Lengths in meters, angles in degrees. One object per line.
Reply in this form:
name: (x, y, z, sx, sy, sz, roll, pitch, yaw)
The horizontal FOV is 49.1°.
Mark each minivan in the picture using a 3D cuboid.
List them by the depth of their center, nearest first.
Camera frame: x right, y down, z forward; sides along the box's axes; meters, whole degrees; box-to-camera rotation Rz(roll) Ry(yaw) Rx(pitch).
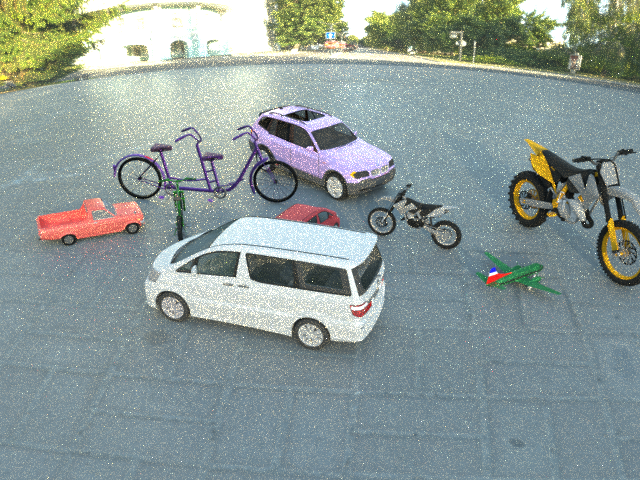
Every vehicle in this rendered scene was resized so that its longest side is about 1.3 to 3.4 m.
minivan: (-0.727, 0.402, 8.695, 3.011, 1.197, 1.324, 9, 28, 17)
minivan: (-0.255, -0.191, 10.496, 0.681, 0.616, 1.548, 14, 30, 25)

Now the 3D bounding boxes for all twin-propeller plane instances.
twin-propeller plane: (2.660, 0.435, 9.498, 1.095, 0.407, 1.370, -16, 31, -28)

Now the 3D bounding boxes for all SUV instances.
SUV: (-0.017, -1.702, 12.894, 1.276, 1.128, 3.058, -24, 36, -39)

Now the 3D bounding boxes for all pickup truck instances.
pickup truck: (-3.565, -0.334, 10.892, 1.603, 0.511, 0.640, -12, 29, -21)

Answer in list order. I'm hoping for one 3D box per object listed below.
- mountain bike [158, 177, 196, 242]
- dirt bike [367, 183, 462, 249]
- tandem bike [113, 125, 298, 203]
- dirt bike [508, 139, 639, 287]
mountain bike: (-2.142, -0.427, 10.682, 0.573, 0.868, 1.469, -5, 27, -9)
dirt bike: (1.416, -0.350, 10.542, 1.493, 0.857, 0.527, 12, 29, 22)
tandem bike: (-1.959, -1.270, 11.829, 3.192, 1.326, 0.550, 2, 27, 4)
dirt bike: (3.711, -0.567, 10.078, 1.024, 1.666, 2.903, -11, 29, -21)
